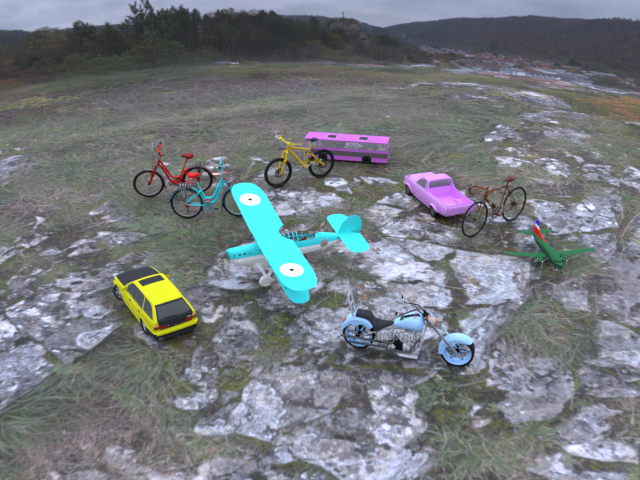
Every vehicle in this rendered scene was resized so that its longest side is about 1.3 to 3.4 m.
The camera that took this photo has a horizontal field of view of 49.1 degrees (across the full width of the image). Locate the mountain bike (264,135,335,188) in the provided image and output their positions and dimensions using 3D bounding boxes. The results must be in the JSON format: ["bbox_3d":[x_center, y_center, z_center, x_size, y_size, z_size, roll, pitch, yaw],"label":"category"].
[{"bbox_3d":[-0.366,-1.462,12.801,1.469,0.868,0.573,-15,31,-27],"label":"mountain bike"}]

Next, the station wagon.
[{"bbox_3d":[-2.159,0.703,9.017,0.682,0.473,1.597,-17,32,-29],"label":"station wagon"}]

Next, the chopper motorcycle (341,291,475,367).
[{"bbox_3d":[1.007,1.025,8.075,1.563,0.761,0.466,7,28,14],"label":"chopper motorcycle"}]

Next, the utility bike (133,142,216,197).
[{"bbox_3d":[-2.541,-1.185,12.176,1.435,0.946,0.535,-6,28,-11],"label":"utility bike"}]

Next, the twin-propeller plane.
[{"bbox_3d":[3.345,0.088,10.287,1.370,0.407,1.095,-3,27,-5],"label":"twin-propeller plane"}]

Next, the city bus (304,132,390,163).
[{"bbox_3d":[0.544,-1.829,13.961,1.674,0.460,0.476,5,28,10],"label":"city bus"}]

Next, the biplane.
[{"bbox_3d":[-0.374,0.079,9.677,2.120,0.981,2.598,-11,29,-20],"label":"biplane"}]

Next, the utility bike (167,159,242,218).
[{"bbox_3d":[-1.793,-0.827,11.479,1.435,0.946,0.535,-2,27,-4],"label":"utility bike"}]

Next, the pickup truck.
[{"bbox_3d":[2.016,-0.825,11.951,0.640,0.511,1.603,-9,29,-17],"label":"pickup truck"}]

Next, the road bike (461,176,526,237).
[{"bbox_3d":[2.782,-0.564,11.070,1.545,0.852,0.358,-19,33,-33],"label":"road bike"}]
